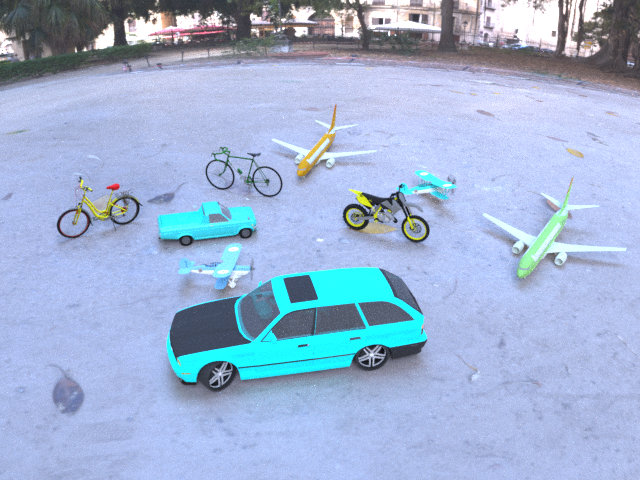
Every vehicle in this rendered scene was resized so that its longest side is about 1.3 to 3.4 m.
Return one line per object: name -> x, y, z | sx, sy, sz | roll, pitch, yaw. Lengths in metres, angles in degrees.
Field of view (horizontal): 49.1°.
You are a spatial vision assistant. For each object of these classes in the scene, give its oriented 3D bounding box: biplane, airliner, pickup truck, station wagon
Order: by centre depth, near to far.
station wagon -> -0.303, 0.975, 8.523 | 3.105, 0.920, 1.327 | -6, 29, -10
biplane -> -1.469, 0.403, 10.027 | 1.090, 0.504, 1.336 | 1, 28, 2
airliner -> 3.512, -0.193, 10.788 | 2.257, 0.835, 2.541 | 17, 32, 28
pickup truck -> -1.825, -0.310, 11.349 | 1.603, 0.511, 0.640 | -7, 29, -13
biplane -> 1.897, -0.935, 12.518 | 1.090, 0.504, 1.336 | -9, 30, -16
airliner -> -0.019, -1.998, 14.148 | 2.257, 0.835, 2.541 | 9, 29, 16

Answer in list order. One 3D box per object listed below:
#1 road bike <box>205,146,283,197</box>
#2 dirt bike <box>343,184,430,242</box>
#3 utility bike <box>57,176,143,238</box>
road bike -> -1.400, -1.241, 12.722 | 1.545, 0.852, 0.358 | 10, 30, 17
dirt bike -> 1.059, -0.451, 11.244 | 1.493, 0.857, 0.527 | 13, 31, 22
utility bike -> -3.553, -0.547, 11.331 | 1.435, 0.946, 0.535 | -18, 33, -30
